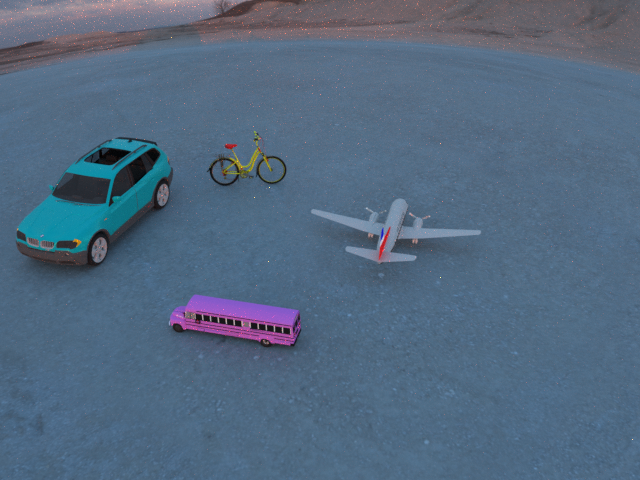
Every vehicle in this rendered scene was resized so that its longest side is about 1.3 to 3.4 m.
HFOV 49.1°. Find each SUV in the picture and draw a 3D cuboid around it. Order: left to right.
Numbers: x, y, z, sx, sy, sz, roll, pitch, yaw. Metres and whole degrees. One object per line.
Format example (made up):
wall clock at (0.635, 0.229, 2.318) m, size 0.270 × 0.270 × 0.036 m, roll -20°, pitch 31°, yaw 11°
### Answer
SUV at (-3.502, -0.704, 11.122) m, size 1.276 × 1.128 × 3.058 m, roll 10°, pitch 32°, yaw 16°

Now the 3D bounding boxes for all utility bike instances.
utility bike at (-1.325, -1.450, 12.558) m, size 1.435 × 0.946 × 0.535 m, roll -2°, pitch 31°, yaw -4°

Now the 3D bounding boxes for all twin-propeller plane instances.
twin-propeller plane at (1.097, -0.247, 10.682) m, size 2.663 × 0.792 × 2.129 m, roll 8°, pitch 32°, yaw 13°

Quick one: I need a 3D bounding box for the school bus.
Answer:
school bus at (-1.104, 1.015, 8.908) m, size 1.708 × 0.434 × 0.365 m, roll 7°, pitch 31°, yaw 12°
